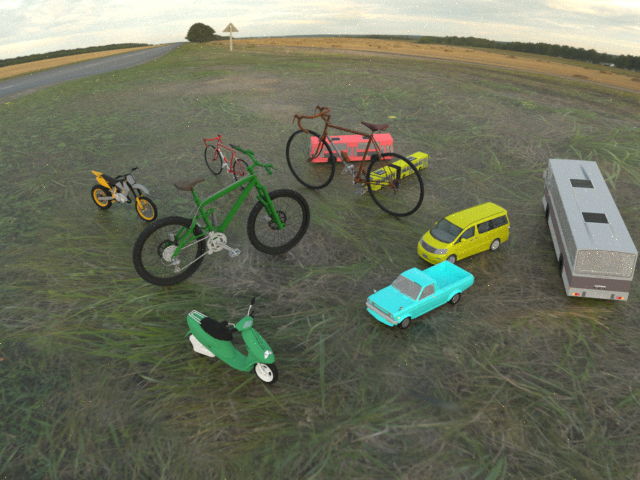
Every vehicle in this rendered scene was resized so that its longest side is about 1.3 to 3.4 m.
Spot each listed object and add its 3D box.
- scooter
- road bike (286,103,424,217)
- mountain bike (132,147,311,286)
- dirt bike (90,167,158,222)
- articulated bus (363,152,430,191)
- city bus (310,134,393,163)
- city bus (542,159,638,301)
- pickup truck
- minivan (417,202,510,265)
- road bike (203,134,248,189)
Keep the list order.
[{"bbox_3d":[-1.085,1.166,8.403,1.399,0.919,0.662,17,33,28],"label":"scooter"},{"bbox_3d":[0.544,-1.428,12.330,3.004,1.656,0.697,21,35,32],"label":"road bike"},{"bbox_3d":[-1.387,-0.314,10.284,2.857,1.688,1.114,-16,33,-27],"label":"mountain bike"},{"bbox_3d":[-3.398,-0.810,12.039,1.493,0.857,0.527,15,32,25],"label":"dirt bike"},{"bbox_3d":[1.490,-1.337,13.578,0.311,0.289,1.749,25,38,37],"label":"articulated bus"},{"bbox_3d":[0.642,-1.867,14.359,1.674,0.460,0.476,-3,29,-6],"label":"city bus"},{"bbox_3d":[4.111,-0.233,10.957,0.926,0.894,3.255,5,29,8],"label":"city bus"},{"bbox_3d":[1.403,0.684,9.695,1.603,0.511,0.640,-20,35,-32],"label":"pickup truck"},{"bbox_3d":[2.260,-0.098,11.001,1.548,0.616,0.681,-17,33,-28],"label":"minivan"},{"bbox_3d":[-1.759,-1.504,13.298,0.358,0.852,1.545,-24,37,-36],"label":"road bike"}]
